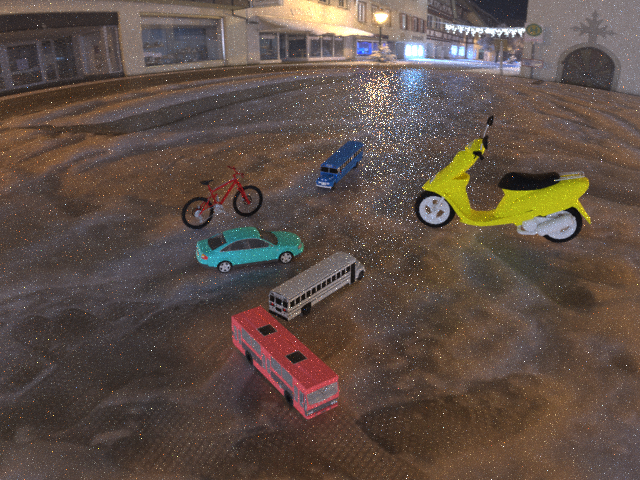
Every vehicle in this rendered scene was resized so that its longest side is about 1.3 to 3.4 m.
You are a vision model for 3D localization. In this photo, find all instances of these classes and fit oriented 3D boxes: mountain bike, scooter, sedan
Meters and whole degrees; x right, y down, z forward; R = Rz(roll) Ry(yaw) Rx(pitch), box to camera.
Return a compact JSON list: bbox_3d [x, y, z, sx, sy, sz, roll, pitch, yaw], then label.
[{"bbox_3d":[-1.599,-0.683,11.522,1.469,0.868,0.573,-16,31,-28],"label":"mountain bike"},{"bbox_3d":[2.858,-0.881,10.901,2.721,1.786,1.288,7,28,14],"label":"scooter"},{"bbox_3d":[-1.039,0.082,10.452,1.613,0.483,0.635,-8,28,-16],"label":"sedan"}]

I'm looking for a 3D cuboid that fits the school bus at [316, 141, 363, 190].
[{"bbox_3d":[0.387,-1.451,13.493,0.365,0.434,1.708,11,29,20],"label":"school bus"}]

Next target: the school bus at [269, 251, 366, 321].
[{"bbox_3d":[0.009,0.576,9.541,0.365,0.434,1.708,21,34,35],"label":"school bus"}]

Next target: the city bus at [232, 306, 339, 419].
[{"bbox_3d":[-0.433,1.368,7.969,0.476,0.460,1.674,-17,32,-30],"label":"city bus"}]
